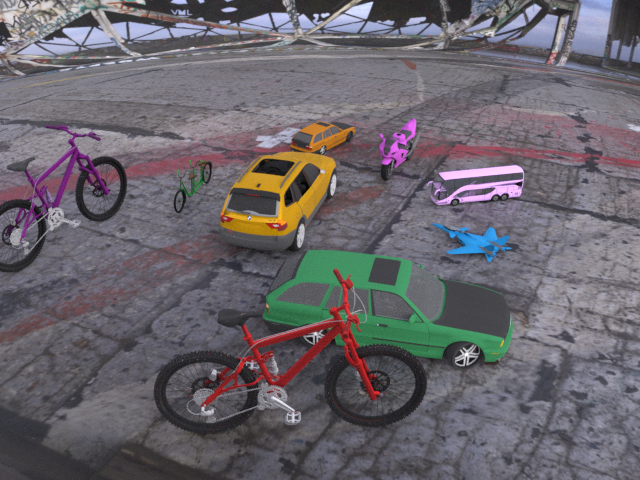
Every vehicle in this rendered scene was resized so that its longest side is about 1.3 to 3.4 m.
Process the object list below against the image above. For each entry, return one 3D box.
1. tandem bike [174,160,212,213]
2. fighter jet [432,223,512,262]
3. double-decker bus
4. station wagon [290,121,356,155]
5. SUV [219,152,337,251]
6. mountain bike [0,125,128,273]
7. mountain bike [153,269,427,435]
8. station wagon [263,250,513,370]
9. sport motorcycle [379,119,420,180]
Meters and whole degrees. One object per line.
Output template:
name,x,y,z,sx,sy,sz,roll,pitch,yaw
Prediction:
tandem bike,-2.226,-1.075,12.318,0.283,0.682,1.642,7,31,13
fighter jet,2.297,-0.098,11.026,1.147,0.286,1.358,-25,38,-36
double-decker bus,2.726,-0.949,12.242,1.672,0.541,0.389,-6,31,-11
station wagon,0.088,-2.177,14.432,0.682,0.473,1.597,21,36,32
SUV,-0.617,-0.853,11.489,1.276,1.128,3.058,8,31,14
mountain bike,-3.999,-0.707,10.678,1.114,1.688,2.857,15,33,25
mountain bike,-0.295,1.316,7.182,2.857,1.688,1.114,-2,30,-3
station wagon,0.872,0.779,8.877,3.105,0.920,1.327,7,31,11
sport motorcycle,1.496,-1.729,13.311,0.506,0.821,1.520,14,33,23
